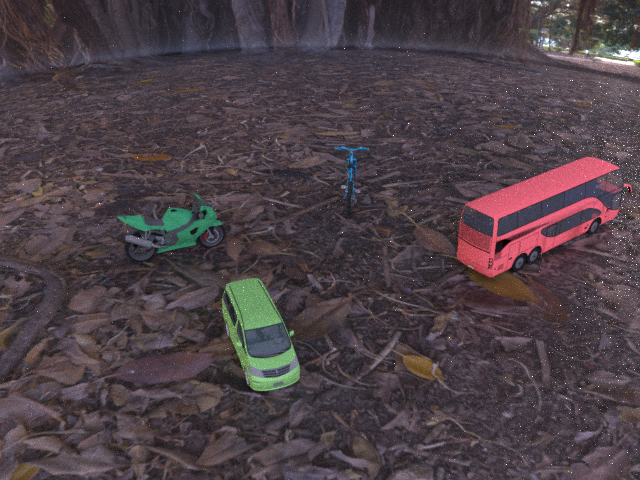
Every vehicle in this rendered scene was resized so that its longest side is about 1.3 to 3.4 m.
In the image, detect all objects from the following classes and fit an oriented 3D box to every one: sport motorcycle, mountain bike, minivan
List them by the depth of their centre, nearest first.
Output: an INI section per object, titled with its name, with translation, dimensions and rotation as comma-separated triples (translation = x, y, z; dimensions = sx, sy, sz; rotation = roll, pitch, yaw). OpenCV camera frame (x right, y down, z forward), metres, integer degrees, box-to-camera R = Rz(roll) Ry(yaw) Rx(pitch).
[minivan]
translation = -0.718, 1.080, 8.214
dimensions = 0.681, 0.616, 1.548
rotation = -10, 31, -17
[sport motorcycle]
translation = -2.131, -0.152, 10.196
dimensions = 1.520, 0.821, 0.506
rotation = -12, 31, -20
[mountain bike]
translation = 0.516, -1.036, 11.721
dimensions = 0.573, 0.868, 1.469
rotation = 2, 29, 4

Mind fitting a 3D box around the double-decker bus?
[double-decker bus]
translation = 3.386, -0.417, 10.432
dimensions = 3.251, 1.052, 0.756
rotation = -20, 35, -32
